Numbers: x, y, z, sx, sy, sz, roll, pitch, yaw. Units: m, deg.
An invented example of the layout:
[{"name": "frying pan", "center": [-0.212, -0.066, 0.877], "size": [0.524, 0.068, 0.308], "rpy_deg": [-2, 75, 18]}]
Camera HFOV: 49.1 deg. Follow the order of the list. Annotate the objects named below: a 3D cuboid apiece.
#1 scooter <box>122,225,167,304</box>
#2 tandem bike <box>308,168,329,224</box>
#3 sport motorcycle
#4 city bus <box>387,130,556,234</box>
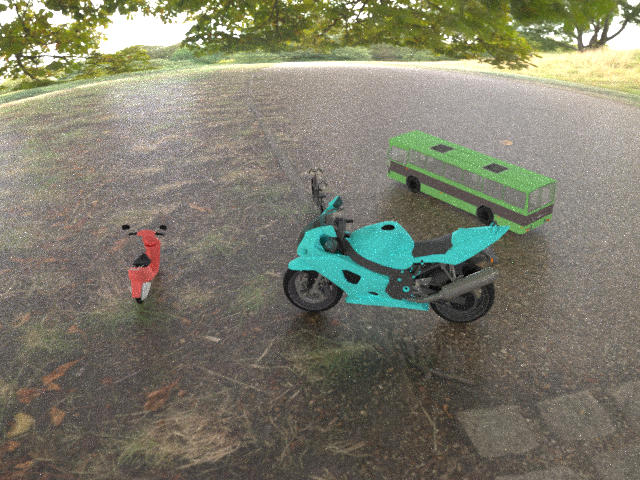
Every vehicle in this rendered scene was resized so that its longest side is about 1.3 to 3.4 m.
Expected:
[{"name": "scooter", "center": [-2.569, 0.261, 10.300], "size": [0.662, 0.919, 1.399], "rpy_deg": [0, 29, 1]}, {"name": "tandem bike", "center": [-0.028, -0.818, 12.523], "size": [0.283, 0.682, 1.642], "rpy_deg": [-4, 29, -7]}, {"name": "sport motorcycle", "center": [0.952, 0.360, 9.412], "size": [2.955, 1.596, 0.983], "rpy_deg": [3, 29, 6]}, {"name": "city bus", "center": [2.647, -1.087, 12.794], "size": [0.926, 0.894, 3.255], "rpy_deg": [-22, 35, -34]}]
